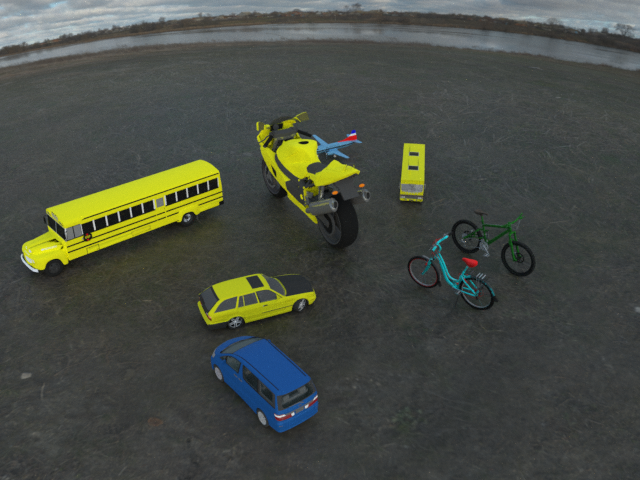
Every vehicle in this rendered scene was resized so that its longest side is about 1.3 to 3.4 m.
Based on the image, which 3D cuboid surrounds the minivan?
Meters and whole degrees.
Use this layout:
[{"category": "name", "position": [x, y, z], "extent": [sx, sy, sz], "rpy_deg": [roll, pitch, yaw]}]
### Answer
[{"category": "minivan", "position": [-0.687, 1.544, 8.121], "extent": [0.681, 0.616, 1.548], "rpy_deg": [-22, 37, -32]}]

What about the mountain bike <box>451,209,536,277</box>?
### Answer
[{"category": "mountain bike", "position": [2.596, -0.019, 10.511], "extent": [0.573, 0.868, 1.469], "rpy_deg": [-27, 40, -37]}]

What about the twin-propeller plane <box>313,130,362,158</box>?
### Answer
[{"category": "twin-propeller plane", "position": [0.293, -1.957, 14.233], "extent": [1.095, 0.407, 1.370], "rpy_deg": [-17, 34, -26]}]

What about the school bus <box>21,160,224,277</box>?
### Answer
[{"category": "school bus", "position": [-3.110, -0.408, 11.191], "extent": [3.322, 0.844, 0.709], "rpy_deg": [-24, 38, -35]}]

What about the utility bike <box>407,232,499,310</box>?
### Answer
[{"category": "utility bike", "position": [1.799, 0.450, 9.643], "extent": [1.435, 0.946, 0.535], "rpy_deg": [22, 37, 33]}]

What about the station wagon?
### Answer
[{"category": "station wagon", "position": [-0.848, 0.757, 9.589], "extent": [1.597, 0.473, 0.682], "rpy_deg": [-13, 33, -20]}]

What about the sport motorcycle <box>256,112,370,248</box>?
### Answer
[{"category": "sport motorcycle", "position": [-0.233, -1.031, 11.504], "extent": [0.983, 1.596, 2.955], "rpy_deg": [-17, 35, -26]}]

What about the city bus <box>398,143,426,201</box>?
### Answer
[{"category": "city bus", "position": [1.723, -1.257, 13.001], "extent": [0.476, 0.460, 1.674], "rpy_deg": [4, 31, 7]}]
